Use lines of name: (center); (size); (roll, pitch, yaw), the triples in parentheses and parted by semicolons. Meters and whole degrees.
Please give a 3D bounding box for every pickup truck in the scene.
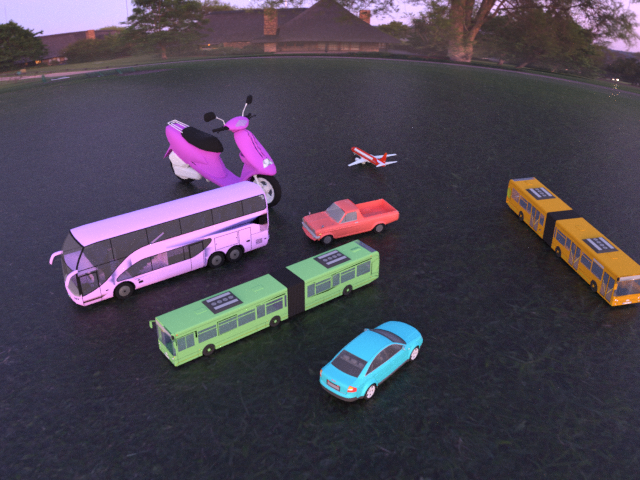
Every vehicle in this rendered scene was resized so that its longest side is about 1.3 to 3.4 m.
pickup truck: (0.512, -0.382, 11.717); (1.603, 0.511, 0.640); (-13, 32, -21)

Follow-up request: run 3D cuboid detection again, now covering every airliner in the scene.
airliner: (0.994, -1.771, 14.272); (1.161, 0.429, 1.307); (-16, 33, -26)

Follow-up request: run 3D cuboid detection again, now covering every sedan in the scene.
sedan: (0.663, 1.394, 8.586); (0.635, 0.483, 1.613); (23, 37, 35)

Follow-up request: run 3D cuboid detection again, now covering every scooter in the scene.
scooter: (-1.830, -1.664, 12.697); (2.721, 1.786, 1.288); (18, 34, 28)

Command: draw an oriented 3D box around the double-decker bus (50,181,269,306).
double-decker bus: (-2.280, 0.022, 10.446); (3.251, 1.052, 0.756); (-19, 34, -30)

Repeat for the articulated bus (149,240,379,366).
articulated bus: (-0.618, 0.785, 9.589); (3.401, 0.561, 0.605); (-20, 35, -32)

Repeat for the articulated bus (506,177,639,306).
articulated bus: (3.951, -0.088, 11.143); (0.605, 0.561, 3.401); (-6, 30, -11)
